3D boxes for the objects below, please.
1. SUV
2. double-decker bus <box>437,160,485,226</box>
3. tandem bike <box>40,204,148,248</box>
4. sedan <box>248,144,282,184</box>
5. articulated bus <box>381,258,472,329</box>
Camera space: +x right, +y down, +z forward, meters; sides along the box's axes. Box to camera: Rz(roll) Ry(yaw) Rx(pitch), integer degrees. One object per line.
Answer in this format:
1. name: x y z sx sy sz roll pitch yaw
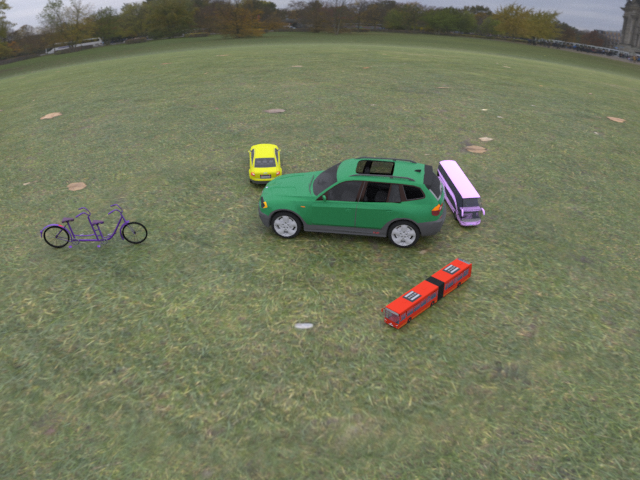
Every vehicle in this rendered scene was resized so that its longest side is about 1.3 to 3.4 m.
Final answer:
1. SUV: 0.523 -0.715 11.393 3.058 1.128 1.276 5 31 8
2. double-decker bus: 2.402 -0.812 12.139 0.389 0.541 1.672 -3 31 -6
3. tandem bike: -3.549 -0.201 10.957 1.642 0.682 0.283 -3 30 -5
4. sedan: -1.059 -1.544 13.447 0.635 0.483 1.613 -3 30 -4
5. articulated bus: 1.528 0.722 9.768 0.311 0.289 1.749 26 39 37
